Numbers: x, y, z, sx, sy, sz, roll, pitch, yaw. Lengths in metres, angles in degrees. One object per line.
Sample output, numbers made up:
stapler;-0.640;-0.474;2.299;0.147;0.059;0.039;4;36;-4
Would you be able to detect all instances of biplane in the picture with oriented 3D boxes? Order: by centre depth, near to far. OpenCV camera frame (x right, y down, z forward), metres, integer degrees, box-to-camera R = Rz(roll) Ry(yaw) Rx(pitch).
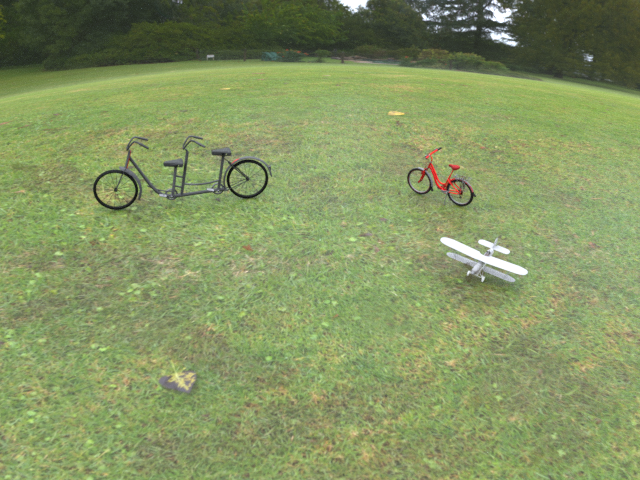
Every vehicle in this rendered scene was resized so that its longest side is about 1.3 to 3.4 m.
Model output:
biplane;2.477;0.293;10.459;1.336;0.504;1.090;15;31;27

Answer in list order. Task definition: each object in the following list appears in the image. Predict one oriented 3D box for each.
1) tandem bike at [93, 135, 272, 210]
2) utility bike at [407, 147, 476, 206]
tandem bike;-2.440;-1.246;12.524;3.192;1.326;0.550;-6;28;-11
utility bike;2.180;-1.130;12.711;1.435;0.946;0.535;20;34;33
